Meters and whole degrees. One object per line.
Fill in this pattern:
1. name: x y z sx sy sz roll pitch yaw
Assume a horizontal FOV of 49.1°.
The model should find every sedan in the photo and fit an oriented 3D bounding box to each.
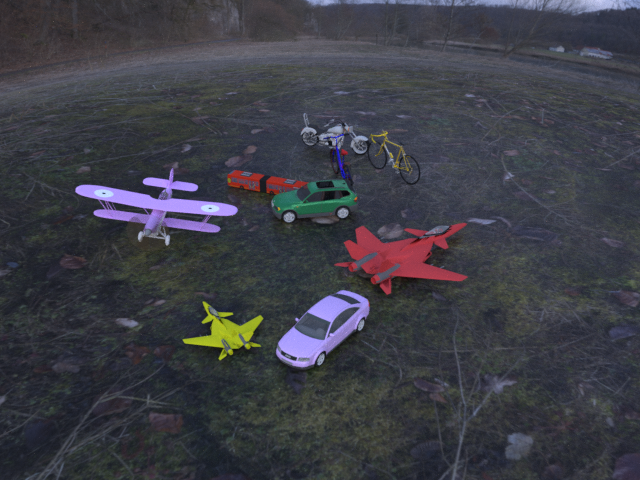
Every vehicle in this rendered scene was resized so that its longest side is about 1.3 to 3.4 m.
1. sedan: 0.057 1.134 9.338 0.635 0.483 1.613 20 35 31

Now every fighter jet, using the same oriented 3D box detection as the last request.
1. fighter jet: -1.363 1.105 9.591 1.147 0.286 1.358 -15 33 -25
2. fighter jet: 1.571 0.000 11.290 2.640 0.557 2.229 -24 37 -36

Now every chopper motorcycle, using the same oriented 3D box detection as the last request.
1. chopper motorcycle: 0.322 -2.303 15.200 1.563 0.761 0.466 10 31 17

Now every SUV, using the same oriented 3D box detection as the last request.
1. SUV: -0.092 -0.733 12.577 1.572 0.580 0.656 -5 30 -9

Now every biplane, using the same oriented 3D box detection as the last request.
1. biplane: -2.655 -0.565 11.867 2.598 0.981 2.120 0 29 0

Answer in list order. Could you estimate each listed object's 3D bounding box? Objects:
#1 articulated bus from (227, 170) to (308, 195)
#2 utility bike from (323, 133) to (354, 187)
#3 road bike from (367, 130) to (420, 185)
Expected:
1. articulated bus: -0.953 -1.059 13.458 1.749 0.289 0.311 11 31 19
2. utility bike: 0.368 -1.554 13.671 0.535 0.946 1.435 -8 30 -14
3. road bike: 1.461 -1.666 13.969 0.358 0.852 1.545 -21 35 -32
